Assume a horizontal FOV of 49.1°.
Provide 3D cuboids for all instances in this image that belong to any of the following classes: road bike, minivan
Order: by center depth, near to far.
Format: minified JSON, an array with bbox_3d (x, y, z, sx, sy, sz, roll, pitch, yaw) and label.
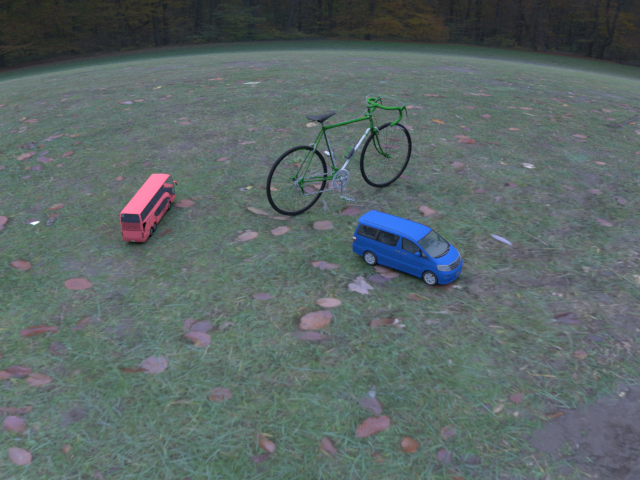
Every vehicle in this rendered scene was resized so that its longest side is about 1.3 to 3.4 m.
[{"bbox_3d":[1.217,0.092,9.690,1.548,0.616,0.681,19,33,31],"label":"minivan"},{"bbox_3d":[0.391,-1.402,11.361,3.004,1.656,0.697,-19,34,-32],"label":"road bike"}]

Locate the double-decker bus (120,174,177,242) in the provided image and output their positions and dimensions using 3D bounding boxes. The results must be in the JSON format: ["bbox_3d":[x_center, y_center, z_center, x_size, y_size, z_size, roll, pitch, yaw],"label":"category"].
[{"bbox_3d":[-2.658,-0.539,10.937,0.389,0.541,1.672,3,29,6],"label":"double-decker bus"}]
